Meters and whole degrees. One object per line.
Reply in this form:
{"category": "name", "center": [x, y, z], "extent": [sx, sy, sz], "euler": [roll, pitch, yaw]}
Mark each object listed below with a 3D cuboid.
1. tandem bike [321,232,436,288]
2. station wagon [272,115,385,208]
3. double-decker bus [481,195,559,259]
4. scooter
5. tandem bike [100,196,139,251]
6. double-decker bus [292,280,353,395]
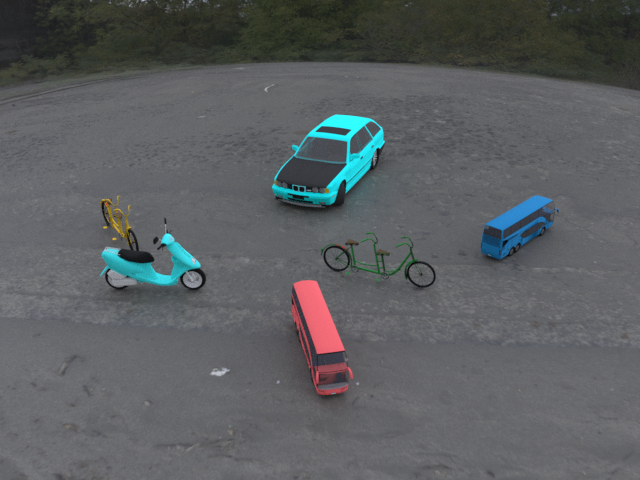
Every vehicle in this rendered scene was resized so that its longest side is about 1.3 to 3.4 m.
{"category": "tandem bike", "center": [0.775, 0.231, 9.492], "extent": [1.642, 0.682, 0.283], "euler": [10, 29, 20]}
{"category": "station wagon", "center": [0.213, -1.529, 12.666], "extent": [1.327, 0.920, 3.105], "euler": [10, 29, 19]}
{"category": "double-decker bus", "center": [3.014, -0.218, 10.523], "extent": [0.389, 0.541, 1.672], "euler": [24, 35, 38]}
{"category": "scooter", "center": [-2.217, 0.250, 9.194], "extent": [1.399, 0.919, 0.662], "euler": [0, 27, 1]}
{"category": "tandem bike", "center": [-3.052, -0.321, 10.568], "extent": [0.283, 0.682, 1.642], "euler": [-16, 31, -29]}
{"category": "double-decker bus", "center": [-0.021, 1.091, 7.967], "extent": [0.389, 0.541, 1.672], "euler": [-6, 28, -11]}
